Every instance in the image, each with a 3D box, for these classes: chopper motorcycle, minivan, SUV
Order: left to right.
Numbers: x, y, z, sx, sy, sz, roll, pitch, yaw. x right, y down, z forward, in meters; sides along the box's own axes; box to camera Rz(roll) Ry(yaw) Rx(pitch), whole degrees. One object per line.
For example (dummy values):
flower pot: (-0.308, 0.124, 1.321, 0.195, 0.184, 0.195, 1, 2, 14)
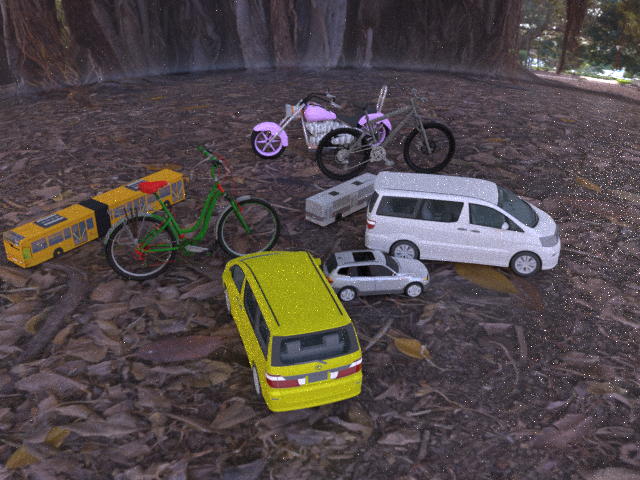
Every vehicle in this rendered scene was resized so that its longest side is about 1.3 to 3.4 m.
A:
minivan: (-0.456, 0.835, 8.791, 1.324, 1.197, 3.011, -8, 29, -15)
chopper motorcycle: (0.033, -2.508, 14.904, 3.040, 1.480, 0.906, -4, 28, -8)
SUV: (0.807, 0.468, 10.164, 1.572, 0.580, 0.656, -3, 28, -6)
minivan: (2.242, -0.313, 10.995, 3.011, 1.197, 1.324, 5, 28, 10)

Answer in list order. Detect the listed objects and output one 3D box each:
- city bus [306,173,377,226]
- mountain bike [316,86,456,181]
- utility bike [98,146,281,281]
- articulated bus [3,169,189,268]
city bus: (0.466, -0.720, 12.575, 0.476, 0.460, 1.674, 23, 36, 37)
mountain bike: (1.322, -2.020, 13.743, 2.857, 1.688, 1.114, -5, 28, -9)
utility bike: (-1.955, -0.407, 10.482, 2.791, 1.839, 1.039, -10, 29, -19)
articulated bus: (-3.682, -0.442, 11.931, 0.605, 0.561, 3.401, 19, 33, 32)
